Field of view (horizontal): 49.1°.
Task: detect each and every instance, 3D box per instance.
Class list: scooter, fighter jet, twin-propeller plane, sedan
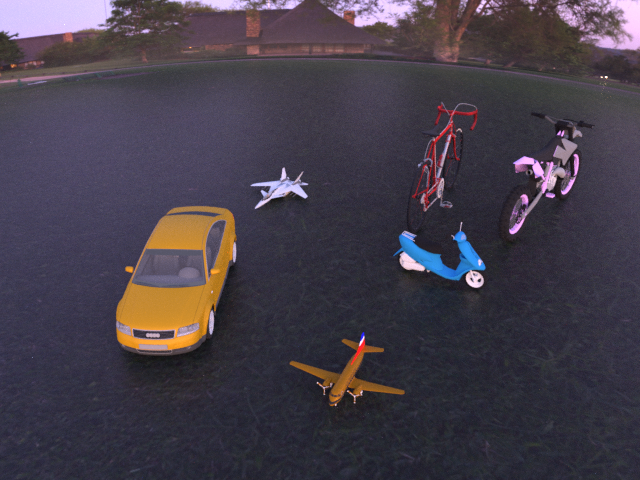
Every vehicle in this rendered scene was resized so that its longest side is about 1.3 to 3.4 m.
[{"bbox_3d":[1.704,0.158,9.822,1.399,0.919,0.662,15,32,25],"label":"scooter"},{"bbox_3d":[-0.791,-0.896,12.431,1.147,0.286,1.358,14,32,24],"label":"fighter jet"},{"bbox_3d":[0.325,1.472,7.933,1.370,0.407,1.095,11,30,20],"label":"twin-propeller plane"},{"bbox_3d":[-1.876,0.346,9.452,1.235,0.940,3.137,1,28,2],"label":"sedan"}]

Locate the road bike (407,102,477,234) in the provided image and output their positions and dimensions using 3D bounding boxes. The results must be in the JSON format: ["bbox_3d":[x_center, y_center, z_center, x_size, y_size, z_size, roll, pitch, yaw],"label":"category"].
[{"bbox_3d":[1.989,-1.282,11.706,0.696,1.656,3.004,13,31,22],"label":"road bike"}]

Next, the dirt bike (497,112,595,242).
[{"bbox_3d":[3.674,-1.116,11.389,1.024,1.666,2.903,22,35,35],"label":"dirt bike"}]
